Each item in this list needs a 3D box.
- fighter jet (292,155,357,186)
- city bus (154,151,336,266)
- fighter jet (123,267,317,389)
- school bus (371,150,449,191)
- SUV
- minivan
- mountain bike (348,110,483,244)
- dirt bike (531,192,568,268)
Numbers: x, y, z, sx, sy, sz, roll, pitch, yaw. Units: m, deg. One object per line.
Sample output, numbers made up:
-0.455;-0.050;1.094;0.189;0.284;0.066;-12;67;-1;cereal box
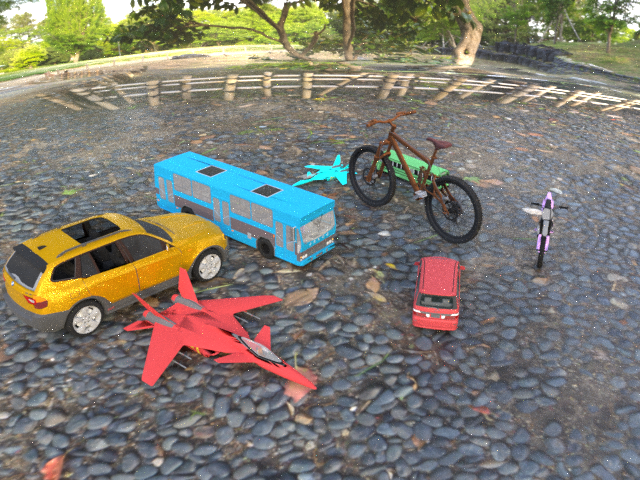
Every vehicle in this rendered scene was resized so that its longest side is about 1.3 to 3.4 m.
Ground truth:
0.010;-1.263;13.148;1.358;0.286;1.147;-21;34;-34;fighter jet
-1.264;-0.527;11.110;3.255;0.894;0.926;21;34;34;city bus
-1.080;1.115;8.370;2.640;0.557;2.229;20;34;33;fighter jet
1.646;-1.318;13.094;0.365;0.434;1.708;-22;35;-36;school bus
-2.674;0.218;9.453;3.058;1.128;1.276;-25;37;-38;SUV
1.567;0.591;9.296;0.681;0.616;1.548;5;28;10;minivan
1.468;-1.043;11.236;1.114;1.688;2.857;-22;35;-35;mountain bike
3.403;-0.214;10.559;0.527;0.857;1.493;9;29;16;dirt bike
